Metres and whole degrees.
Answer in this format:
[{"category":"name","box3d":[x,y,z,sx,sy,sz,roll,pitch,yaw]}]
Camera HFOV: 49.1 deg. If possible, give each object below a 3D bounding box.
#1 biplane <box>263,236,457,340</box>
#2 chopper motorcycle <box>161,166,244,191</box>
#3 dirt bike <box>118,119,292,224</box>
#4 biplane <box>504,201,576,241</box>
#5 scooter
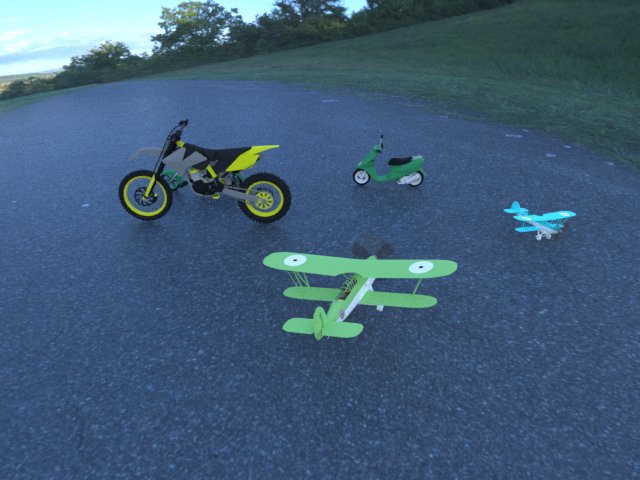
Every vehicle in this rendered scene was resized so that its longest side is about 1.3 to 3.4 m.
[{"category":"biplane","box3d":[0.323,0.679,8.816,2.598,0.981,2.120,11,28,21]},{"category":"chopper motorcycle","box3d":[-2.193,-1.258,12.950,1.563,0.761,0.466,2,27,3]},{"category":"dirt bike","box3d":[-1.924,-1.049,11.514,2.903,1.666,1.024,1,26,2]},{"category":"biplane","box3d":[3.513,-0.320,11.355,1.336,0.504,1.090,-15,30,-28]},{"category":"scooter","box3d":[1.317,-1.448,13.154,1.399,0.919,0.662,2,27,4]}]
